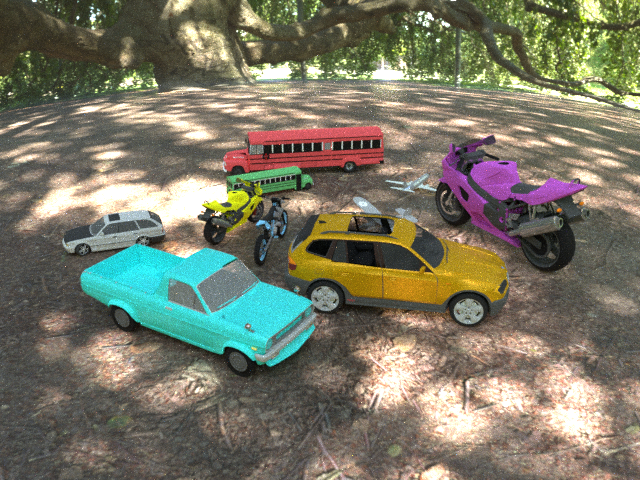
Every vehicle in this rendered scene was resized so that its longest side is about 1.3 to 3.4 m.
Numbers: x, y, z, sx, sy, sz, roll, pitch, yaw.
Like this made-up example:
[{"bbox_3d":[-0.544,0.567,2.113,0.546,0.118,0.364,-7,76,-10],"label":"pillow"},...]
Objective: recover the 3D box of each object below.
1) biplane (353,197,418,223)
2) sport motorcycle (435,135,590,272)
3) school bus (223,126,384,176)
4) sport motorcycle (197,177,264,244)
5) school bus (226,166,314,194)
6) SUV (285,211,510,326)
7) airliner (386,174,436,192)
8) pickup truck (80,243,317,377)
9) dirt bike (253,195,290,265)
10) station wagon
[{"bbox_3d":[1.106,-0.300,11.622,1.090,0.504,1.336,-15,29,-29],"label":"biplane"},{"bbox_3d":[2.871,-0.631,11.040,0.983,1.596,2.955,-15,29,-29],"label":"sport motorcycle"},{"bbox_3d":[-0.356,-1.844,14.519,3.322,0.844,0.709,-4,25,-9],"label":"school bus"},{"bbox_3d":[-1.428,-0.500,11.675,0.506,0.821,1.520,16,29,30],"label":"sport motorcycle"},{"bbox_3d":[-0.939,-1.109,13.432,1.708,0.434,0.365,-12,27,-23],"label":"school bus"},{"bbox_3d":[1.044,0.309,9.584,3.058,1.128,1.276,4,25,9],"label":"SUV"},{"bbox_3d":[1.868,-1.179,13.589,1.161,0.429,1.307,14,29,28],"label":"airliner"},{"bbox_3d":[-1.600,0.687,8.938,3.117,0.993,1.244,14,29,28],"label":"pickup truck"},{"bbox_3d":[-0.772,-0.239,11.075,0.527,0.857,1.493,7,26,14],"label":"dirt bike"},{"bbox_3d":[-3.345,-0.152,11.343,1.597,0.473,0.682,-9,27,-18],"label":"station wagon"}]
